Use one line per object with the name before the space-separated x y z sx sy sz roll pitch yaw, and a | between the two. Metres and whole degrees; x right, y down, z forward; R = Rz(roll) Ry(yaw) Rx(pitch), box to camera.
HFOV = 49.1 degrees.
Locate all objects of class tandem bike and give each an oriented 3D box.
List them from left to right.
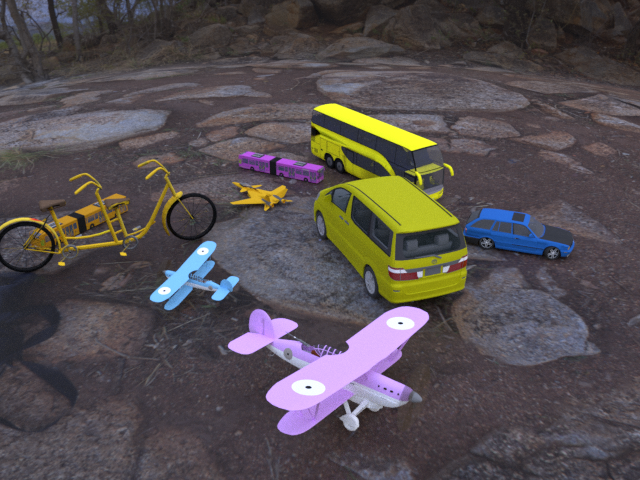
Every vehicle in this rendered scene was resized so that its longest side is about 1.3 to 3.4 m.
tandem bike | -3.032 -0.360 9.970 3.192 1.326 0.550 -12 29 -21

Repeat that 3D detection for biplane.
biplane | -1.609 0.551 9.091 1.090 0.504 1.336 12 29 22
biplane | 0.114 1.258 7.188 2.120 0.981 2.598 18 32 30

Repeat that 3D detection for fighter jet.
fighter jet | -1.131 -0.885 12.135 1.147 0.286 1.358 -22 34 -36

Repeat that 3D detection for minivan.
minivan | 0.876 -0.240 9.875 1.324 1.197 3.011 -10 29 -18

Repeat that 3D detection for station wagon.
station wagon | 2.973 -0.129 10.452 1.597 0.473 0.682 10 29 18

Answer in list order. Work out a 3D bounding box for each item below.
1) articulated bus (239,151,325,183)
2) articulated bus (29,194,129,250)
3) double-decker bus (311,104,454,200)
articulated bus | -0.731 -1.364 13.068 1.749 0.289 0.311 14 30 25
articulated bus | -3.741 -0.305 10.998 0.311 0.289 1.749 16 31 28
double-decker bus | 0.986 -1.578 12.649 0.756 1.052 3.251 -18 32 -31
